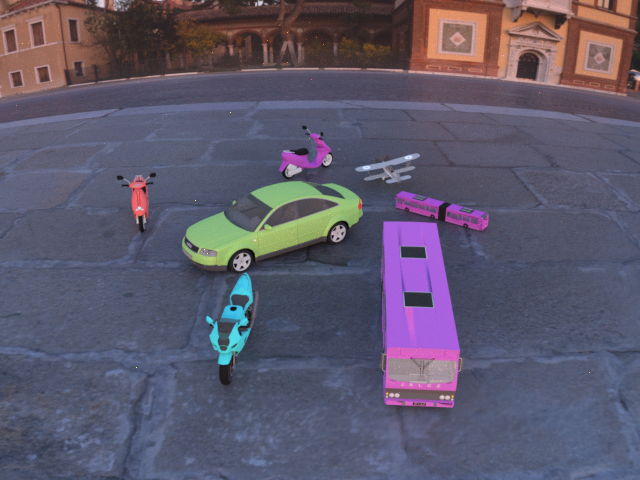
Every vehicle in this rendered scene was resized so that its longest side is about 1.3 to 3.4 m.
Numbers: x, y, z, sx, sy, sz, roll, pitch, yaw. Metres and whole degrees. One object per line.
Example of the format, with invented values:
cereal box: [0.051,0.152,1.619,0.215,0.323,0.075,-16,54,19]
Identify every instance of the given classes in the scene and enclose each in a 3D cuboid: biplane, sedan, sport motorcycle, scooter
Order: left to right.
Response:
scooter: [-3.190,-0.791,12.367,0.662,0.919,1.399,-6,27,-11]
sport motorcycle: [-1.058,1.097,8.749,0.506,0.821,1.520,3,27,5]
sedan: [-0.743,-0.345,11.463,3.137,0.940,1.235,-17,31,-30]
scooter: [-0.267,-1.805,14.369,1.399,0.919,0.662,-21,34,-35]
biplane: [1.396,-1.354,13.936,1.336,0.504,1.090,-7,28,-13]

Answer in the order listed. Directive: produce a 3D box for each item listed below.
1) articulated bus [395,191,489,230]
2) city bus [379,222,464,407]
articulated bus: [2.154,-0.532,12.552,1.749,0.289,0.311,18,32,31]
city bus: [1.224,0.846,9.163,0.926,0.894,3.255,2,27,3]
